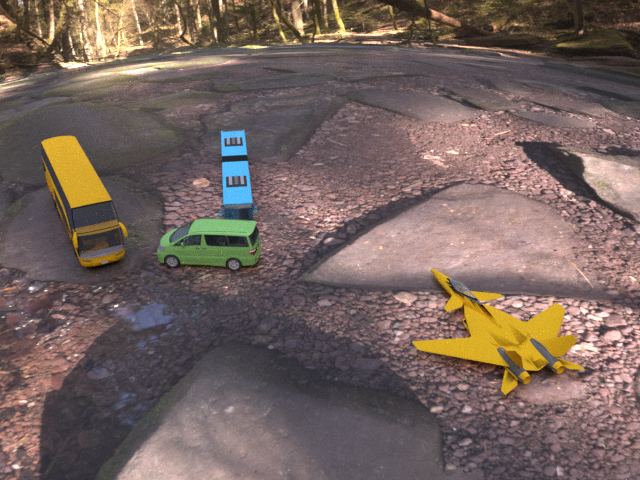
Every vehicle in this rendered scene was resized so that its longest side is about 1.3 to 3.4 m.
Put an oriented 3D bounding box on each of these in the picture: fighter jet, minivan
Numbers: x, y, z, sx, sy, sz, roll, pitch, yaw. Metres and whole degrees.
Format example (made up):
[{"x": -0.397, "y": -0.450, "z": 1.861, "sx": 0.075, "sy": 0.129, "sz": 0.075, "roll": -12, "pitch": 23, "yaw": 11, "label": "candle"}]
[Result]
[{"x": 2.130, "y": 0.885, "z": 9.109, "sx": 2.229, "sy": 0.557, "sz": 2.640, "roll": -12, "pitch": 32, "yaw": -19, "label": "fighter jet"}, {"x": -1.679, "y": 0.032, "z": 10.538, "sx": 1.548, "sy": 0.616, "sz": 0.681, "roll": 3, "pitch": 30, "yaw": 5, "label": "minivan"}]

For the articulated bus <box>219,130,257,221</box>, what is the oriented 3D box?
[{"x": -1.528, "y": -1.167, "z": 12.686, "sx": 0.605, "sy": 0.561, "sz": 3.401, "roll": -4, "pitch": 30, "yaw": -7, "label": "articulated bus"}]

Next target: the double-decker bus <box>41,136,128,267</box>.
[{"x": -3.887, "y": -0.674, "z": 11.332, "sx": 0.756, "sy": 1.052, "sz": 3.251, "roll": -14, "pitch": 33, "yaw": -24, "label": "double-decker bus"}]
